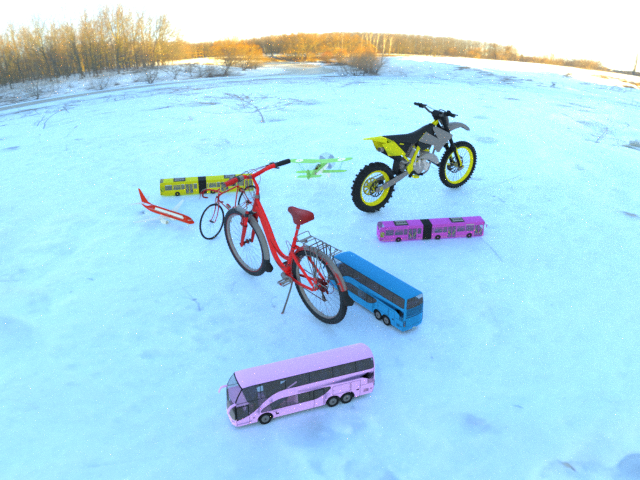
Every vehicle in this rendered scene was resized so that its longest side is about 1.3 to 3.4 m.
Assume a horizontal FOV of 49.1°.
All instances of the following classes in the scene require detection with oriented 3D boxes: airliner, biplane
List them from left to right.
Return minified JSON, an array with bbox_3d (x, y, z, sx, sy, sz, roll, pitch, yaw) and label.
[{"bbox_3d":[-2.634,-0.554,11.914,1.307,0.429,1.161,16,30,30],"label":"airliner"},{"bbox_3d":[-0.060,-1.360,13.494,1.336,0.504,1.090,10,28,19],"label":"biplane"}]

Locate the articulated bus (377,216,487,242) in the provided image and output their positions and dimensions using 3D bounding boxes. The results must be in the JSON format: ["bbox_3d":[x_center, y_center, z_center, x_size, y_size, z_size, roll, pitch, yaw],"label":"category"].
[{"bbox_3d":[1.797,-0.179,11.302,1.749,0.289,0.311,-3,26,-7],"label":"articulated bus"}]

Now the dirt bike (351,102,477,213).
[{"bbox_3d":[1.746,-1.498,12.445,2.903,1.666,1.024,-16,30,-30],"label":"dirt bike"}]

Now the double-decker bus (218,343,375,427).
[{"bbox_3d":[-0.221,1.541,7.458,1.672,0.541,0.389,-10,27,-19],"label":"double-decker bus"}]

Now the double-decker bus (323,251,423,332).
[{"bbox_3d":[0.689,0.640,9.320,0.389,0.541,1.672,-18,31,-32],"label":"double-decker bus"}]

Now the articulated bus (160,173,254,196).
[{"bbox_3d":[-2.094,-1.034,13.068,1.749,0.289,0.311,-4,26,-9],"label":"articulated bus"}]

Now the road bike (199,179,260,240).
[{"bbox_3d":[-1.466,-0.580,11.484,0.358,0.852,1.545,16,30,29],"label":"road bike"}]

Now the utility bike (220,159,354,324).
[{"bbox_3d":[-0.586,0.001,9.151,1.039,1.839,2.791,-20,32,-35],"label":"utility bike"}]
